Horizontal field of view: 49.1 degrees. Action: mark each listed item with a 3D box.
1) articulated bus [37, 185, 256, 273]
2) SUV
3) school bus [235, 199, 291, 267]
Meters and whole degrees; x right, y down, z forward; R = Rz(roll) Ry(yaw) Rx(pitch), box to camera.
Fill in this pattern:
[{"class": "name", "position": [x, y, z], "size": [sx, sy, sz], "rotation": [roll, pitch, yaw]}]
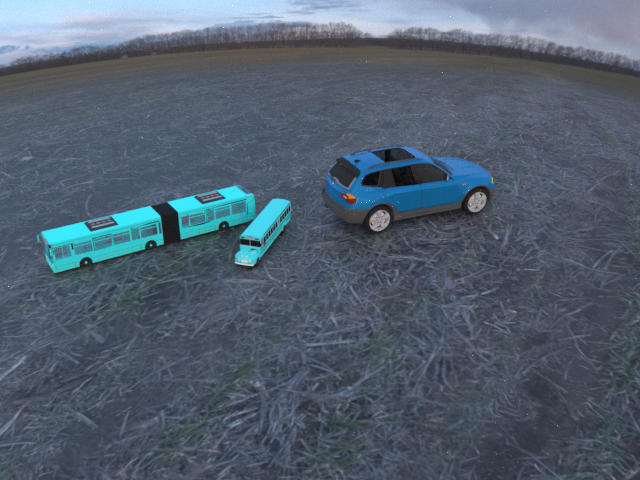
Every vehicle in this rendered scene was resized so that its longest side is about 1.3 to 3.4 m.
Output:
[{"class": "articulated bus", "position": [-2.642, -0.223, 11.132], "size": [3.401, 0.561, 0.605], "rotation": [-17, 32, -29]}, {"class": "SUV", "position": [1.555, -1.012, 12.031], "size": [3.058, 1.128, 1.276], "rotation": [-11, 30, -20]}, {"class": "school bus", "position": [-0.889, -0.126, 11.083], "size": [0.365, 0.434, 1.708], "rotation": [8, 29, 15]}]
